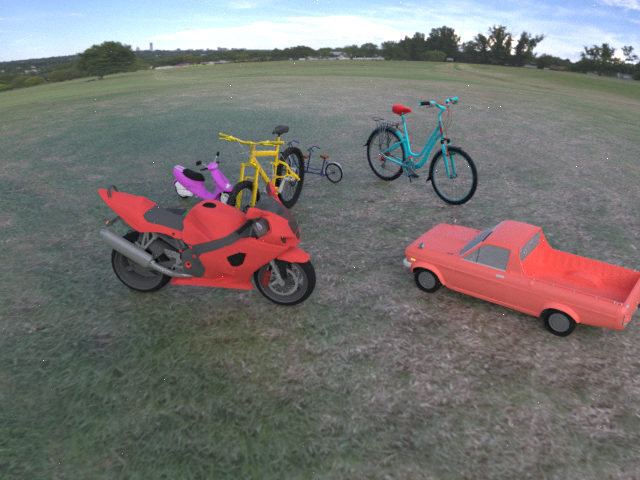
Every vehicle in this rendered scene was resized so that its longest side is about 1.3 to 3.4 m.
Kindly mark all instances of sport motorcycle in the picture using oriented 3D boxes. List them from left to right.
[{"bbox_3d":[-1.505,0.072,9.396,2.955,1.596,0.983,5,26,10],"label":"sport motorcycle"}]

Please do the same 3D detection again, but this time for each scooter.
[{"bbox_3d":[-2.104,-1.090,12.558,1.399,0.919,0.662,14,29,26],"label":"scooter"}]

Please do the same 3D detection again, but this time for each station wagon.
[{"bbox_3d":[-2.617,-0.205,11.249,0.682,0.473,1.597,6,26,11],"label":"station wagon"}]

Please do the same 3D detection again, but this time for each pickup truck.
[{"bbox_3d":[2.708,0.368,9.478,3.117,0.993,1.244,17,31,31],"label":"pickup truck"}]

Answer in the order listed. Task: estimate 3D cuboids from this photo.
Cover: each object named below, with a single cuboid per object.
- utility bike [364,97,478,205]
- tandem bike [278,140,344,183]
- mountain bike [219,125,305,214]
[{"bbox_3d":[1.882,-1.805,12.975,1.039,1.839,2.791,-21,33,-37],"label":"utility bike"},{"bbox_3d":[-0.226,-1.565,13.805,1.642,0.682,0.283,16,30,29],"label":"tandem bike"},{"bbox_3d":[-0.871,-1.018,11.532,1.114,1.688,2.857,10,28,20],"label":"mountain bike"}]
